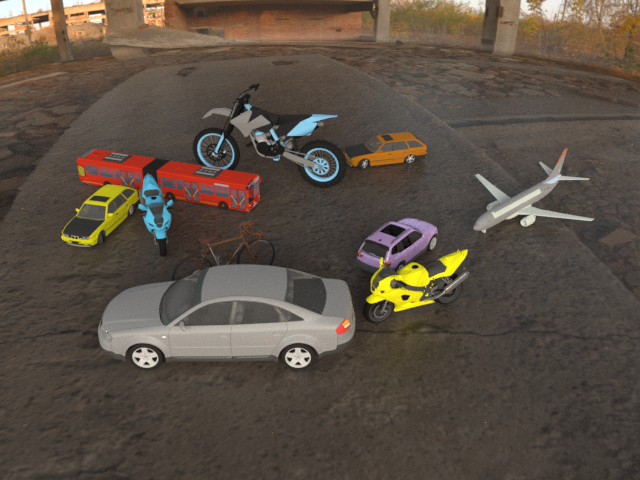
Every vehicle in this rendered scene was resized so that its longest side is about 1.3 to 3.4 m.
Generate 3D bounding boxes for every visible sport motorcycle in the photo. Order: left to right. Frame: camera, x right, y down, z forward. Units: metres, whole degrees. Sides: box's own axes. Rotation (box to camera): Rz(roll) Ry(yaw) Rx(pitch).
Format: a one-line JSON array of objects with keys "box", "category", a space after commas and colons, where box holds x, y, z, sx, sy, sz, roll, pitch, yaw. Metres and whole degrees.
[{"box": [-2.536, -0.393, 10.814, 0.506, 0.821, 1.520, -9, 32, -15], "category": "sport motorcycle"}, {"box": [1.248, 0.598, 9.124, 1.520, 0.821, 0.506, -13, 33, -21], "category": "sport motorcycle"}]

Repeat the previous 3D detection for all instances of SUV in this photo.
[{"box": [1.165, 0.023, 10.344, 0.656, 0.580, 1.572, 21, 36, 31], "category": "SUV"}]

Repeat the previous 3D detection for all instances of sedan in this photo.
[{"box": [-1.136, 0.861, 8.559, 3.137, 0.940, 1.235, 0, 30, 0], "category": "sedan"}]

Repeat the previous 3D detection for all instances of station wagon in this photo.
[{"box": [-3.519, -0.441, 11.239, 0.682, 0.473, 1.597, 8, 31, 13], "category": "station wagon"}, {"box": [1.245, -1.751, 13.474, 1.597, 0.473, 0.682, -8, 31, -13], "category": "station wagon"}]

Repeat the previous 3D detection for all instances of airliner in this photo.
[{"box": [3.337, -0.805, 11.504, 2.541, 0.835, 2.257, -25, 38, -35], "category": "airliner"}]

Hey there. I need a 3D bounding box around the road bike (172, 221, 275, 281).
[{"box": [-1.316, 0.256, 9.677, 1.545, 0.852, 0.358, -16, 34, -25], "category": "road bike"}]

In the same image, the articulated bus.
[{"box": [-2.656, -1.060, 12.209, 3.401, 0.561, 0.605, 10, 32, 17], "category": "articulated bus"}]

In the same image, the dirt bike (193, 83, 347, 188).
[{"box": [-0.936, -1.794, 12.368, 2.903, 1.666, 1.024, 8, 31, 13], "category": "dirt bike"}]
